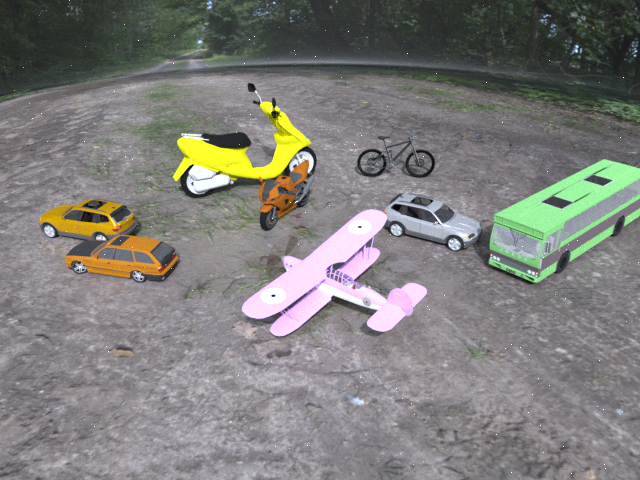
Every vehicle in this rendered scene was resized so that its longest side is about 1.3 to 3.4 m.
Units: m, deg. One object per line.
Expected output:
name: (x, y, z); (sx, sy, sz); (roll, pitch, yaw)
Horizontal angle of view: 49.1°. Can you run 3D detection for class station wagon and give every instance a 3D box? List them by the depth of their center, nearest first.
station wagon: (-2.877, 0.210, 10.066); (1.597, 0.473, 0.682); (7, 28, 13)

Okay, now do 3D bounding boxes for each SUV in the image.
SUV: (1.753, -0.319, 10.986); (1.572, 0.580, 0.656); (15, 31, 27)
SUV: (-3.664, -0.336, 11.019); (1.572, 0.580, 0.656); (9, 28, 18)

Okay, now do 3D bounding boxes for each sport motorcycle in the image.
sport motorcycle: (-0.571, -0.758, 11.581); (0.506, 0.821, 1.520); (14, 30, 25)

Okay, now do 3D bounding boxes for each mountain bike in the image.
mountain bike: (1.436, -1.586, 13.153); (1.469, 0.868, 0.573); (1, 27, 2)

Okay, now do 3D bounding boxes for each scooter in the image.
scooter: (-1.298, -1.741, 12.447); (2.721, 1.786, 1.288); (-12, 29, -22)

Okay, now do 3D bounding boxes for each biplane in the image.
biplane: (0.244, 0.582, 8.779); (2.120, 0.981, 2.598); (20, 33, 34)

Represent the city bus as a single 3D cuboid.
city bus: (3.853, -0.335, 10.670); (3.255, 0.894, 0.926); (-23, 35, -38)
